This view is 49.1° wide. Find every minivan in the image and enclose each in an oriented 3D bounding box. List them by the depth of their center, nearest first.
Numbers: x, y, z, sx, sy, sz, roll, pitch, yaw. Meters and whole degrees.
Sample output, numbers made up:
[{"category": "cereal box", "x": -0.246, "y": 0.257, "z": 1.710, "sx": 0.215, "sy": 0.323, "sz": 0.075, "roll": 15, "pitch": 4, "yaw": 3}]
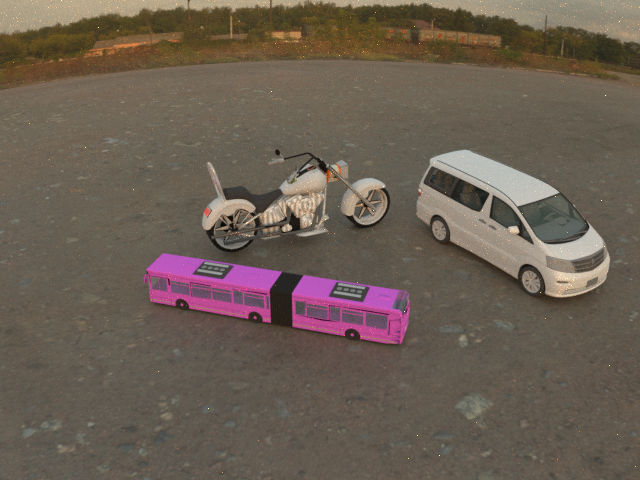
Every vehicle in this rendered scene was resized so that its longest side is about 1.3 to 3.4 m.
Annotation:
[{"category": "minivan", "x": 2.742, "y": -0.306, "z": 10.133, "sx": 1.324, "sy": 1.197, "sz": 3.011, "roll": -17, "pitch": 32, "yaw": -29}]

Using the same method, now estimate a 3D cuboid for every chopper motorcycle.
[{"category": "chopper motorcycle", "x": -0.299, "y": -0.676, "z": 10.536, "sx": 3.040, "sy": 1.480, "sz": 0.906, "roll": -12, "pitch": 30, "yaw": -22}]

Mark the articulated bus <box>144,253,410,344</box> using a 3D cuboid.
[{"category": "articulated bus", "x": -0.590, "y": 0.718, "z": 8.857, "sx": 3.401, "sy": 0.561, "sz": 0.605, "roll": 8, "pitch": 29, "yaw": 15}]
